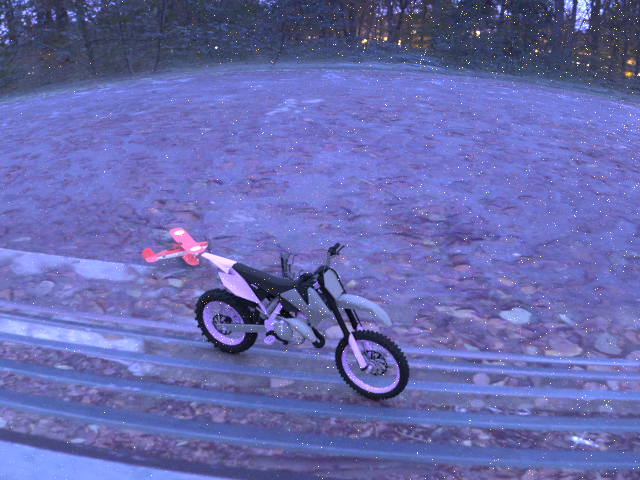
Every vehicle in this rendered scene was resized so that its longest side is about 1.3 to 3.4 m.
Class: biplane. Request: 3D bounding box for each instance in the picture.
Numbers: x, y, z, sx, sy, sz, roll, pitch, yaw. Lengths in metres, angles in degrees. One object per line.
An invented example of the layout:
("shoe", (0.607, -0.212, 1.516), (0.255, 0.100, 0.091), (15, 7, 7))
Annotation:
("biplane", (-2.225, 0.165, 10.907), (1.090, 0.504, 1.336), (-13, 31, -24))

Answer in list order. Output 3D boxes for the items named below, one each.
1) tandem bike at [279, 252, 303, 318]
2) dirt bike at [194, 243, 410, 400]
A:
("tandem bike", (-0.427, 0.548, 9.996), (0.283, 0.682, 1.642), (-5, 28, -10))
("dirt bike", (-0.290, 0.899, 8.284), (2.903, 1.666, 1.024), (13, 31, 24))
